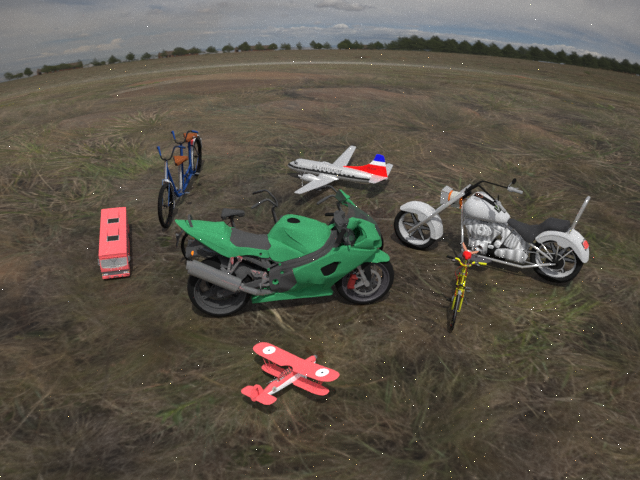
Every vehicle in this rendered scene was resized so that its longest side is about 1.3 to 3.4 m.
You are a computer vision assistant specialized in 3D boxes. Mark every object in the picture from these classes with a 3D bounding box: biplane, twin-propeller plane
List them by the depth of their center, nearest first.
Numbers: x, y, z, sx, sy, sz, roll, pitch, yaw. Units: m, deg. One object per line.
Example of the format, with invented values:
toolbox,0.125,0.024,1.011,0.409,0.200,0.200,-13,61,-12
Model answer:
biplane,-0.415,1.608,8.215,1.336,0.504,1.090,24,36,37
twin-propeller plane,0.315,-1.424,13.600,2.129,0.792,2.663,12,30,22

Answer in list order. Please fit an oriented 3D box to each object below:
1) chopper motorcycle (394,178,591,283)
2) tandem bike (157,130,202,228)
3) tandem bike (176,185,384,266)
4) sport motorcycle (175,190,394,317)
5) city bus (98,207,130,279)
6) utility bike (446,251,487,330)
chopper motorcycle,2.574,-0.275,10.711,3.040,1.480,0.906,16,32,27
tandem bike,-2.568,-1.389,12.967,0.550,1.326,3.192,2,28,3
tandem bike,-0.612,-0.151,10.642,3.192,1.326,0.550,-1,28,-1
sport motorcycle,-0.414,0.267,9.571,2.955,1.596,0.983,-4,28,-7
city bus,-3.283,0.036,11.213,0.476,0.460,1.674,-7,29,-12
utility bike,1.996,0.576,9.682,0.535,0.946,1.435,7,29,14
